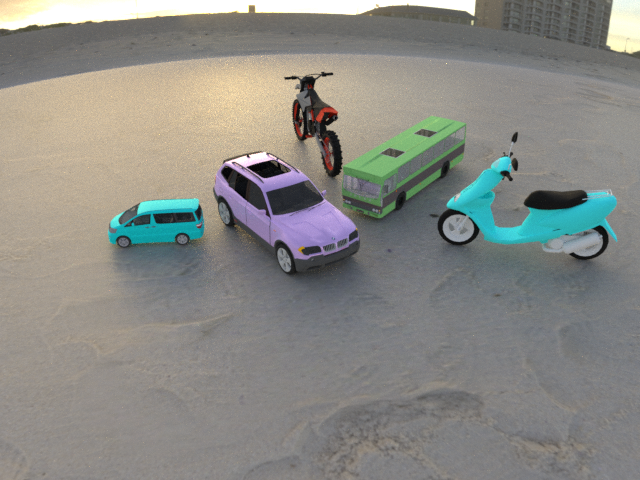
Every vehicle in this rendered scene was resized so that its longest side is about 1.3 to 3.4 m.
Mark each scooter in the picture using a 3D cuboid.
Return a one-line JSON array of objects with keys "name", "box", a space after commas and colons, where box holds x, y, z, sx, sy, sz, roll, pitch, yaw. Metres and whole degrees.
[{"name": "scooter", "box": [3.223, -0.590, 10.774, 2.721, 1.786, 1.288, 7, 30, 12]}]

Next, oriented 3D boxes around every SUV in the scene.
[{"name": "SUV", "box": [-0.622, -0.546, 11.366, 1.276, 1.128, 3.058, -19, 35, -30]}]

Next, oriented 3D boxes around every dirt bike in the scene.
[{"name": "dirt bike", "box": [-0.118, -2.473, 14.246, 1.024, 1.666, 2.903, -9, 31, -16]}]

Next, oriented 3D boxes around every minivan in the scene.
[{"name": "minivan", "box": [-2.688, -0.302, 11.455, 1.548, 0.616, 0.681, -3, 29, -5]}]

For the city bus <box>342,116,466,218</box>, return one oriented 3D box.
[{"name": "city bus", "box": [1.646, -1.404, 13.131, 0.926, 0.894, 3.255, 20, 35, 31]}]
